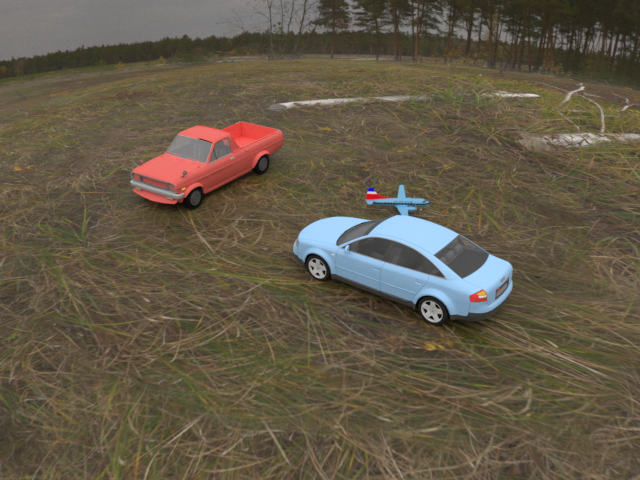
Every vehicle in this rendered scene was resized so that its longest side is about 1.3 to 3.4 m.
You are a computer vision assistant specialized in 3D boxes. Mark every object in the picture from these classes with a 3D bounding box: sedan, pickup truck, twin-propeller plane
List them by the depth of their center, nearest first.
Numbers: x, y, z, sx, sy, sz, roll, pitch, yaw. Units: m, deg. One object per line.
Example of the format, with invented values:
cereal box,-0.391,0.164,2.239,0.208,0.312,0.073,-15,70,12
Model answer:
sedan,1.034,0.198,9.472,3.137,0.940,1.235,19,33,32
twin-propeller plane,1.309,-0.684,11.732,1.095,0.407,1.370,1,28,2
pickup truck,-1.971,-1.543,12.742,1.244,0.993,3.117,17,32,29
